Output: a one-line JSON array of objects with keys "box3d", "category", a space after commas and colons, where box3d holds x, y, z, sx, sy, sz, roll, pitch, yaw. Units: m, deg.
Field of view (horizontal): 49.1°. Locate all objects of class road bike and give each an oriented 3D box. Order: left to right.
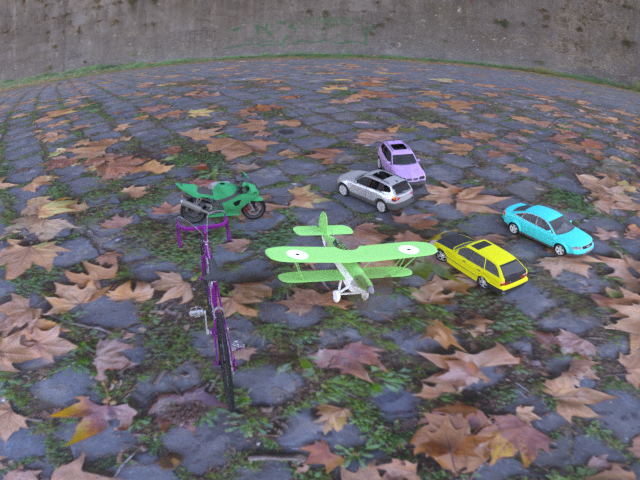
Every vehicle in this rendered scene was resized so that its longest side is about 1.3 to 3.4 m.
[{"box3d": [-1.320, 0.751, 8.716, 0.697, 1.656, 3.004, -7, 30, -12], "category": "road bike"}]

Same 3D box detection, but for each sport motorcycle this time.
[{"box3d": [-1.706, -0.698, 12.157, 1.520, 0.821, 0.506, -4, 29, -7], "category": "sport motorcycle"}]

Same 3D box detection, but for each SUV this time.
[{"box3d": [1.006, -1.004, 12.949, 0.656, 0.580, 1.572, -25, 38, -37], "category": "SUV"}, {"box3d": [1.597, -1.525, 13.878, 0.656, 0.580, 1.572, -6, 30, -10], "category": "SUV"}]

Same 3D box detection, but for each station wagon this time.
[{"box3d": [2.440, 0.265, 10.794, 0.682, 0.473, 1.597, -18, 34, -28], "category": "station wagon"}]

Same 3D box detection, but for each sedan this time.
[{"box3d": [3.793, -0.226, 11.659, 0.635, 0.483, 1.613, -20, 35, -32], "category": "sedan"}]

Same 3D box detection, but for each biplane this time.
[{"box3d": [0.382, 0.251, 10.299, 2.598, 0.981, 2.120, -10, 31, -18], "category": "biplane"}]
